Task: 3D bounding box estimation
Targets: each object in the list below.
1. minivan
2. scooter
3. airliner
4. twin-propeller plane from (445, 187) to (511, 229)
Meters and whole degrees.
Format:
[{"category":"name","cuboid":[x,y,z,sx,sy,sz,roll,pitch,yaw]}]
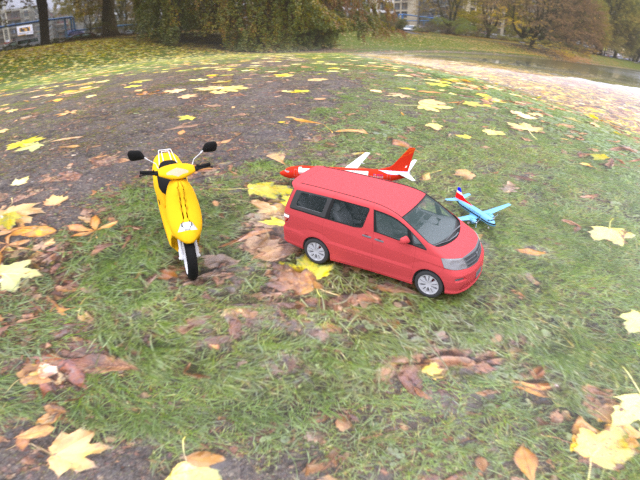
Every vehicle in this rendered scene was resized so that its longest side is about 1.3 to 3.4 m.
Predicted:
[{"category":"minivan","cuboid":[0.945,-0.189,10.412,3.011,1.197,1.324,16,33,26]},{"category":"scooter","cuboid":[-2.214,-0.716,10.750,1.288,1.786,2.721,-9,30,-16]},{"category":"airliner","cuboid":[0.497,-1.375,12.903,2.541,0.835,2.257,4,29,7]},{"category":"twin-propeller plane","cuboid":[2.620,-0.534,11.838,1.370,0.407,1.095,-14,32,-23]}]
